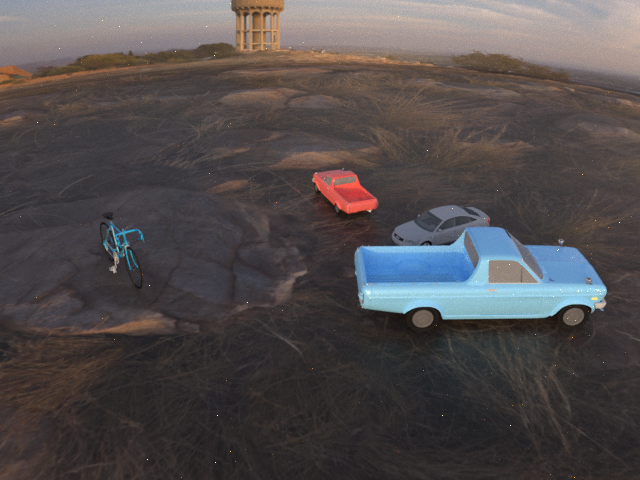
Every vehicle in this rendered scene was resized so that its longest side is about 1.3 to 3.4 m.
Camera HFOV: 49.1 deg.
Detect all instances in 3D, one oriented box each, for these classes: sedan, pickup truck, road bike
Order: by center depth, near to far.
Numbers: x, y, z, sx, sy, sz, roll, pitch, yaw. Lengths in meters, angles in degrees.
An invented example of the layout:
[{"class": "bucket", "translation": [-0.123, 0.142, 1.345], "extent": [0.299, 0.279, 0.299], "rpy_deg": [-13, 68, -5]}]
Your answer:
[{"class": "pickup truck", "translation": [1.995, 0.428, 8.955], "extent": [3.117, 0.993, 1.244], "rpy_deg": [-1, 27, -1]}, {"class": "road bike", "translation": [-2.801, 0.087, 9.774], "extent": [0.358, 0.852, 1.545], "rpy_deg": [-18, 32, -31]}, {"class": "sedan", "translation": [1.864, -0.219, 10.774], "extent": [1.613, 0.483, 0.635], "rpy_deg": [-13, 30, -23]}, {"class": "pickup truck", "translation": [0.410, -0.879, 12.029], "extent": [0.640, 0.511, 1.603], "rpy_deg": [-10, 29, -19]}]
